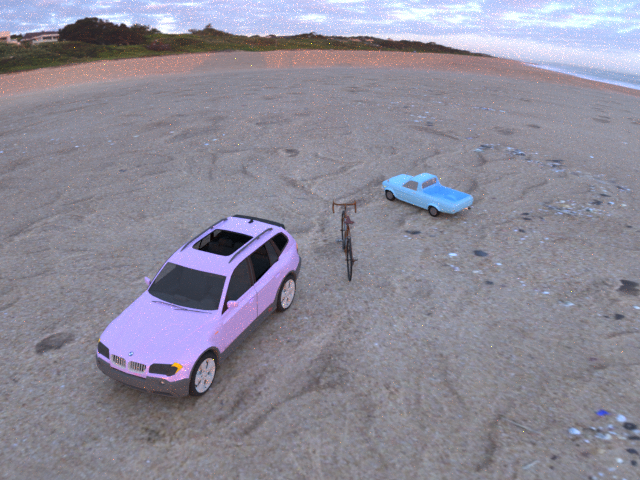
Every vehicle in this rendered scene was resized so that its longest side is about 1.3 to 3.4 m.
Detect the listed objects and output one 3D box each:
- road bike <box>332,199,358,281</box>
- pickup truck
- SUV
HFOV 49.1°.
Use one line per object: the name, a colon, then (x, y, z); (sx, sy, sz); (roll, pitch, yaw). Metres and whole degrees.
road bike: (0.383, -0.051, 10.071); (0.358, 0.852, 1.545); (-1, 26, -3)
pickup truck: (1.824, -0.834, 12.029); (0.640, 0.511, 1.603); (-24, 35, -39)
SUV: (-1.332, 0.645, 8.361); (1.276, 1.128, 3.058); (12, 29, 23)
